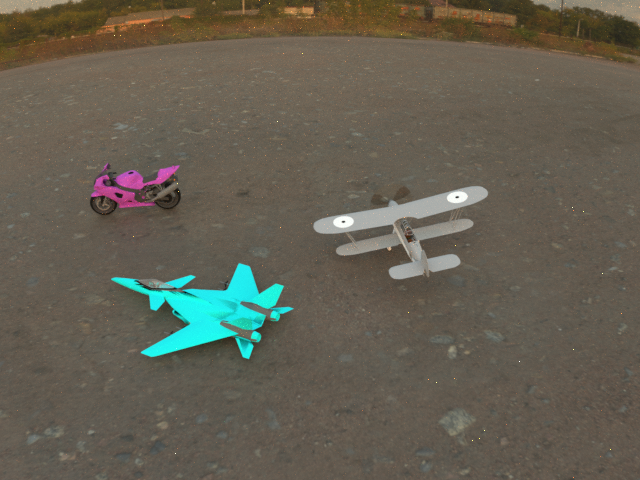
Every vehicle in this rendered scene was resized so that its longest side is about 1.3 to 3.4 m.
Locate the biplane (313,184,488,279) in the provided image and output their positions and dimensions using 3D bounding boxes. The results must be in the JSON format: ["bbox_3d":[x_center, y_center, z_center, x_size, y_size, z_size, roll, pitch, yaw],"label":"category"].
[{"bbox_3d":[1.240,-0.050,10.188,2.598,0.981,2.120,-5,32,-8],"label":"biplane"}]

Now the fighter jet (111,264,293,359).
[{"bbox_3d":[-1.783,0.712,9.341,2.640,0.557,2.229,15,34,23],"label":"fighter jet"}]

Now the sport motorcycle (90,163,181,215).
[{"bbox_3d":[-3.071,-0.844,11.649,1.520,0.821,0.506,-6,32,-10],"label":"sport motorcycle"}]
